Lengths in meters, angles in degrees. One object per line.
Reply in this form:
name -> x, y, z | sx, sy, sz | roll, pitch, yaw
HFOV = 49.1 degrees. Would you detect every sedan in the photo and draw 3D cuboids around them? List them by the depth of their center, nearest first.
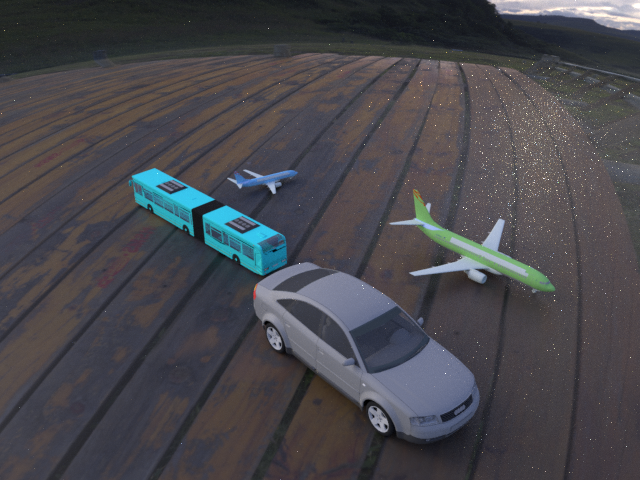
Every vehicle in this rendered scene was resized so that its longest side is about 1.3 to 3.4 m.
sedan -> 0.448, 1.112, 8.115 | 1.235, 0.940, 3.137 | -23, 37, -34

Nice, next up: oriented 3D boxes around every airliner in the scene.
airliner -> 2.276, 0.021, 10.100 | 2.257, 0.835, 2.541 | -26, 39, -37
airliner -> -0.968, -1.172, 12.560 | 1.307, 0.429, 1.161 | -18, 34, -27

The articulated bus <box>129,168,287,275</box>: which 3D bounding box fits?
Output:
articulated bus -> -1.839, -0.357, 11.024 | 0.605, 0.561, 3.401 | -27, 39, -38
